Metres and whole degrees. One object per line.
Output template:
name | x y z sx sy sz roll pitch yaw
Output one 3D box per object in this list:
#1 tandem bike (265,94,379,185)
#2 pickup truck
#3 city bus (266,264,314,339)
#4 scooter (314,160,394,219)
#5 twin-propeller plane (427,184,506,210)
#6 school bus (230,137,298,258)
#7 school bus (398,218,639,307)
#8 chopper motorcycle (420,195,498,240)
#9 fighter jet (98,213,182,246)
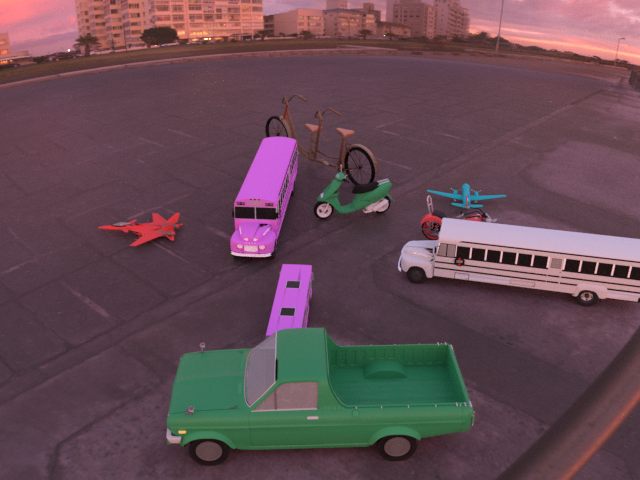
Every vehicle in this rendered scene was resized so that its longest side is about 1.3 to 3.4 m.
tandem bike | -0.049 -1.963 13.395 0.550 1.326 3.192 -23 36 -36
pickup truck | -0.020 1.528 7.280 3.117 0.993 1.244 -1 28 -2
city bus | -0.371 0.927 8.954 0.476 0.460 1.674 2 28 4
scooter | 0.576 -0.818 11.703 1.399 0.919 0.662 -6 29 -11
twin-propeller plane | 2.558 -0.806 12.218 1.370 0.407 1.095 4 29 8
school bus | -0.885 -0.770 11.692 0.709 0.844 3.322 2 28 4
school bus | 2.773 0.271 9.765 3.322 0.844 0.709 7 29 13
chopper motorcycle | 2.297 -0.195 10.715 1.563 0.761 0.466 14 31 24
fighter jet | -2.949 -0.247 11.310 1.358 0.286 1.147 3 28 5
